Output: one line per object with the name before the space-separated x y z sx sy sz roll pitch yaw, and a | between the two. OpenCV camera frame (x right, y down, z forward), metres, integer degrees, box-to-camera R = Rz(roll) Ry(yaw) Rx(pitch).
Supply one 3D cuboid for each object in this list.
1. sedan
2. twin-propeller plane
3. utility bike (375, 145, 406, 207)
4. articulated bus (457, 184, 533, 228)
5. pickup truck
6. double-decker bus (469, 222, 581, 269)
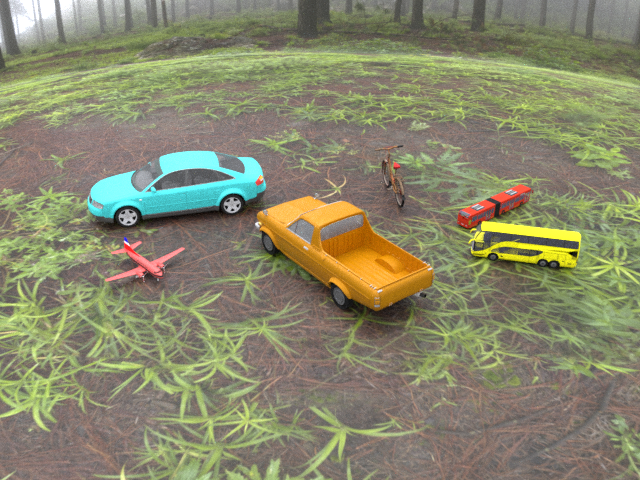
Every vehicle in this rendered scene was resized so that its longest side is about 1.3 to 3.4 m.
sedan | -2.541 -1.008 12.481 3.137 0.940 1.235 -8 31 -13
twin-propeller plane | -2.718 0.302 10.727 1.370 0.407 1.095 -25 38 -37
utility bike | 1.297 -1.217 12.840 0.535 0.946 1.435 -6 30 -10
articulated bus | 3.118 -0.605 12.433 1.749 0.289 0.311 -22 36 -33
pickup truck | 0.275 0.058 10.563 1.244 0.993 3.117 -20 35 -31
double-decker bus | 3.193 0.071 10.996 1.672 0.541 0.389 7 31 12
